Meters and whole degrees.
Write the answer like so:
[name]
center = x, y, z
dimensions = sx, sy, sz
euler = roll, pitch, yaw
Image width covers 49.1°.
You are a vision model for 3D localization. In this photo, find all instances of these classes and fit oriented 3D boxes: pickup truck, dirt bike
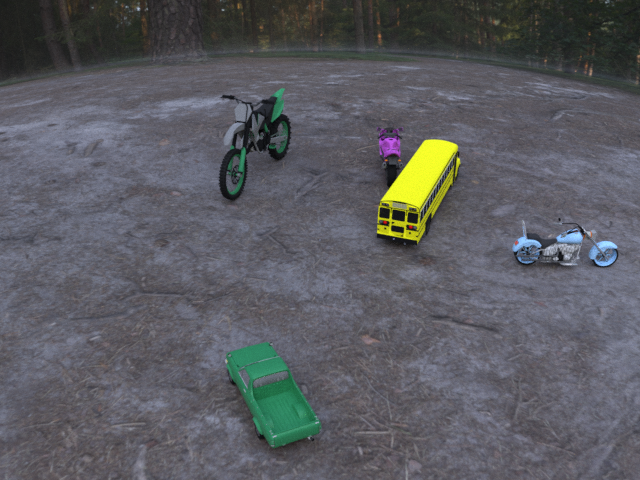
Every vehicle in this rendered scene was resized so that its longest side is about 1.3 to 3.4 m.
[pickup truck]
center = -0.557, 1.654, 7.795
dimensions = 0.640, 0.511, 1.603
euler = -12, 32, -21
[dirt bike]
center = -1.155, -1.933, 12.985
dimensions = 1.024, 1.666, 2.903
euler = 11, 31, 18

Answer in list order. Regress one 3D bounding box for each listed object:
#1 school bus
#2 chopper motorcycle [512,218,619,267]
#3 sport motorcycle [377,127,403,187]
[school bus]
center = 1.800, -0.953, 12.083
dimensions = 0.709, 0.844, 3.322
euler = 11, 31, 19
[chopper motorcycle]
center = 3.660, 0.052, 10.383
dimensions = 1.563, 0.761, 0.466
euler = 0, 29, 1
[sport motorcycle]
center = 1.331, -1.609, 13.270
dimensions = 0.506, 0.821, 1.520
euler = 1, 29, 1
